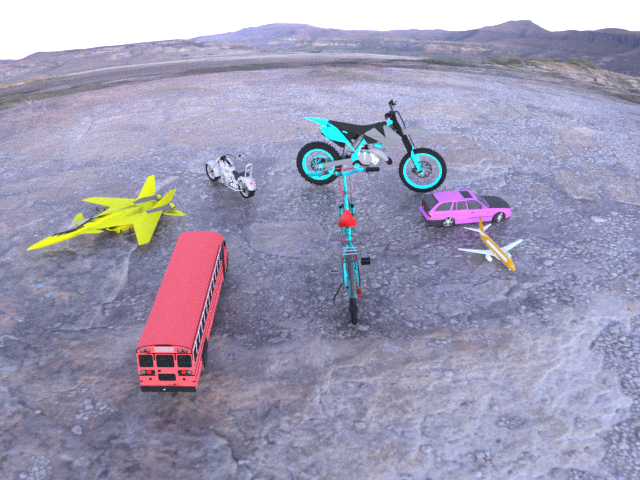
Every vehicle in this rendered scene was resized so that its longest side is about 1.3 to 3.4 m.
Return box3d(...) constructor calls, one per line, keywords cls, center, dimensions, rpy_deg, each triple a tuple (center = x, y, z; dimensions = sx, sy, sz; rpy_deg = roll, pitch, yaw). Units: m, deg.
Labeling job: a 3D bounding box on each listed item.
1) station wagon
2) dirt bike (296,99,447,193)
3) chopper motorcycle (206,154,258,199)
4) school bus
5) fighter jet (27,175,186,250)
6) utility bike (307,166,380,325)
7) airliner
box3d(cls="station wagon", center=(2.606, -0.605, 12.458), dimensions=(1.597, 0.473, 0.682), rpy_deg=(-5, 30, -9))
box3d(cls="dirt bike", center=(0.966, -1.731, 13.250), dimensions=(2.903, 1.666, 1.024), rpy_deg=(5, 30, 9))
box3d(cls="chopper motorcycle", center=(-1.739, -1.320, 13.442), dimensions=(0.466, 0.761, 1.563), rpy_deg=(-23, 36, -34))
box3d(cls="school bus", center=(-1.780, 0.770, 9.617), dimensions=(0.709, 0.844, 3.322), rpy_deg=(0, 29, 0))
box3d(cls="fighter jet", center=(-3.756, -0.405, 12.013), dimensions=(2.640, 0.557, 2.229), rpy_deg=(-23, 36, -35))
box3d(cls="utility bike", center=(0.337, -0.073, 10.106), dimensions=(1.039, 1.839, 2.791), rpy_deg=(0, 29, 0))
box3d(cls="airliner", center=(2.842, 0.057, 11.319), dimensions=(1.161, 0.429, 1.307), rpy_deg=(-8, 30, -14))
